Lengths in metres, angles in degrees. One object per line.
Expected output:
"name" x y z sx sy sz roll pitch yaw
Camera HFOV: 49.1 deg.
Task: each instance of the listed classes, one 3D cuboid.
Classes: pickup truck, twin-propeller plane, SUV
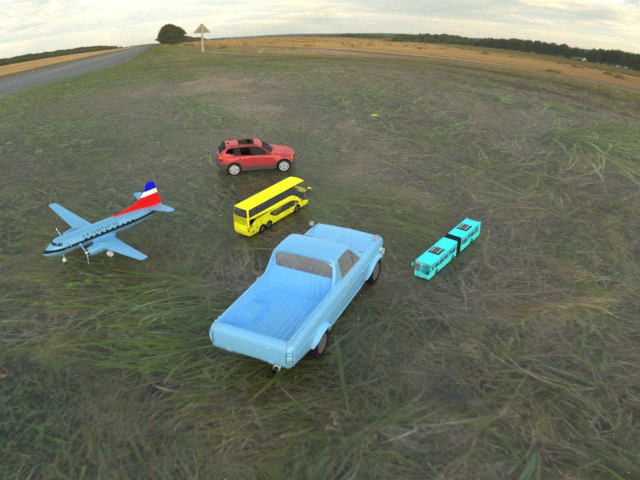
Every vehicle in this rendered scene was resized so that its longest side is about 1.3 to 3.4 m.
"pickup truck" -0.177 0.557 9.238 1.244 0.993 3.117 13 31 22
"twin-propeller plane" -3.372 -0.281 10.972 2.663 0.792 2.129 24 37 37
"SUV" -1.260 -1.682 13.740 1.572 0.580 0.656 -5 29 -10

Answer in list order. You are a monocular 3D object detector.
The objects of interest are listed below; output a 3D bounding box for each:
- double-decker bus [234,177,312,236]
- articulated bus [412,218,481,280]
"double-decker bus" -0.786 -0.596 11.805 0.389 0.541 1.672 19 34 31
"articulated bus" 1.981 0.111 10.781 0.311 0.289 1.749 20 34 31
